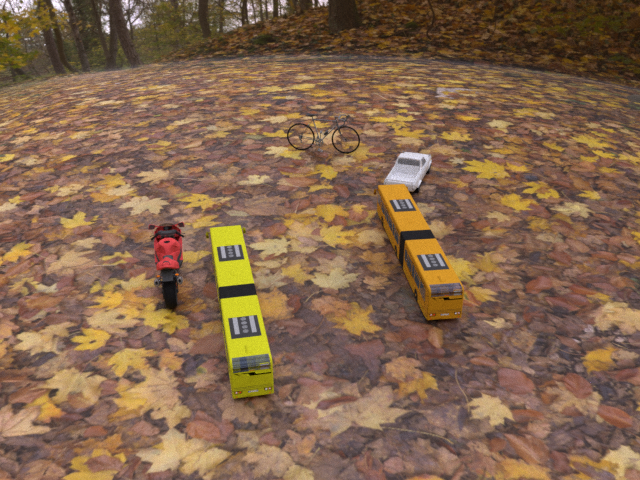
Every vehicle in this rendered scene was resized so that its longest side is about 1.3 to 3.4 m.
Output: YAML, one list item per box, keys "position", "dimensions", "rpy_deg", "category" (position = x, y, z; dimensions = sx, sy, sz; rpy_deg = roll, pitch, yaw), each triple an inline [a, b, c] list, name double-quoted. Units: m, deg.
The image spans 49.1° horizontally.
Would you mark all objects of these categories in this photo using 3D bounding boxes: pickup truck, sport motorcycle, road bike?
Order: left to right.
- position: [-2.121, 0.307, 9.841]
  dimensions: [0.506, 0.821, 1.520]
  rpy_deg: [-5, 29, -9]
  category: "sport motorcycle"
- position: [0.066, -2.221, 14.472]
  dimensions: [1.545, 0.852, 0.358]
  rpy_deg: [5, 29, 10]
  category: "road bike"
- position: [1.673, -1.326, 13.179]
  dimensions: [0.640, 0.511, 1.603]
  rpy_deg: [10, 30, 17]
  category: "pickup truck"

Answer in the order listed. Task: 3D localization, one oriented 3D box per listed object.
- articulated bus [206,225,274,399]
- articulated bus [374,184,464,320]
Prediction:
- position: [-1.088, 0.783, 9.236]
  dimensions: [0.605, 0.561, 3.401]
  rpy_deg: [-6, 29, -10]
  category: "articulated bus"
- position: [1.423, 0.056, 10.578]
  dimensions: [0.605, 0.561, 3.401]
  rpy_deg: [-3, 29, -6]
  category: "articulated bus"
